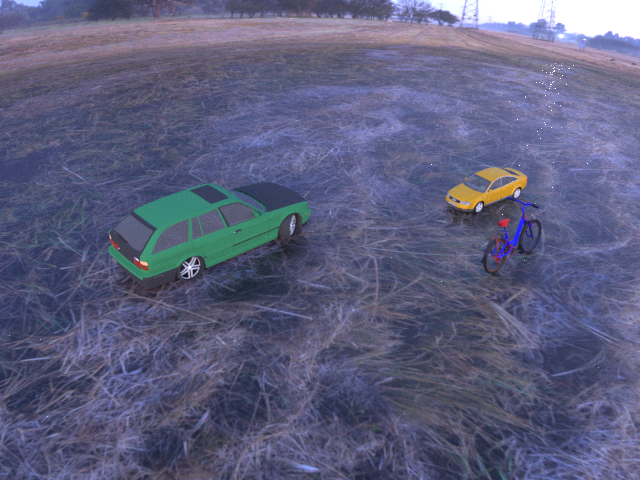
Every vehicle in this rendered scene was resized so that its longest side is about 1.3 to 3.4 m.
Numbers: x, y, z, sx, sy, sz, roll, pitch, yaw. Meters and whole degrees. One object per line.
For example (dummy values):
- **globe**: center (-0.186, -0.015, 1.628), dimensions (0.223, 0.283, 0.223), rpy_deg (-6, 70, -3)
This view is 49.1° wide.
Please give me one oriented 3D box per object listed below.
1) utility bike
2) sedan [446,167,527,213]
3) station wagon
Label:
- **utility bike**: center (2.766, -0.103, 10.127), dimensions (1.435, 0.946, 0.535), rpy_deg (-24, 38, -34)
- **sedan**: center (2.859, -0.916, 11.982), dimensions (1.613, 0.483, 0.635), rpy_deg (-20, 35, -30)
- **station wagon**: center (-1.565, -0.310, 10.507), dimensions (3.105, 0.920, 1.327), rpy_deg (-24, 38, -35)
